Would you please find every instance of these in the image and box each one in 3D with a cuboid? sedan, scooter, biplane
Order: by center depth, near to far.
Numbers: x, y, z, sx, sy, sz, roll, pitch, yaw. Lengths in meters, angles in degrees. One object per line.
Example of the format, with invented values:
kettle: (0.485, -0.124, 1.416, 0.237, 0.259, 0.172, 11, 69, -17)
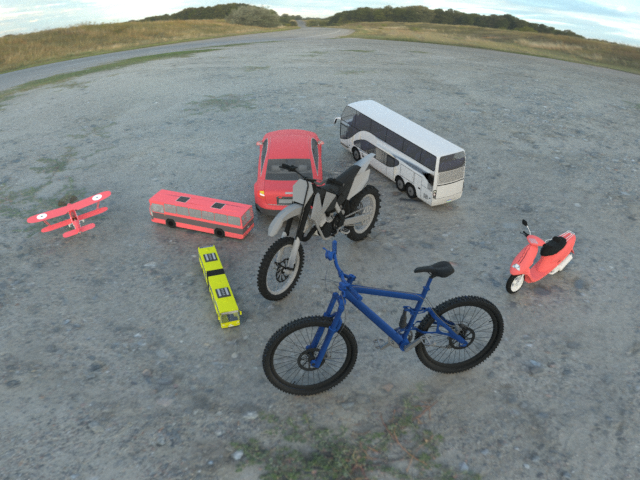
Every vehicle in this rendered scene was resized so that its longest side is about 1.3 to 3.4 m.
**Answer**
scooter: (3.151, 0.186, 9.874, 1.399, 0.919, 0.662, -20, 36, -30)
biplane: (-3.931, -0.334, 11.143, 1.336, 0.504, 1.090, -14, 34, -22)
sedan: (-0.532, -1.394, 12.488, 1.235, 0.940, 3.137, -1, 31, -1)

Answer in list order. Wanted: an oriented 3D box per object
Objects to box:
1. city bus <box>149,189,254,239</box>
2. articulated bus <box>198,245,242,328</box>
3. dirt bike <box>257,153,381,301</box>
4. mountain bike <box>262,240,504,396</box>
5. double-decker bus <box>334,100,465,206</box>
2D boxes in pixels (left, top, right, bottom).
city bus: (-1.916, -0.405, 11.304, 1.674, 0.460, 0.476, 11, 33, 17)
articulated bus: (-1.429, 0.614, 9.772, 0.311, 0.289, 1.749, -10, 32, -15)
dirt bike: (0.077, -0.327, 10.001, 1.024, 1.666, 2.903, 21, 37, 31)
mountain bike: (0.757, 0.950, 7.853, 2.857, 1.688, 1.114, -6, 32, -10)
double-decker bus: (1.395, -1.691, 12.873, 0.756, 1.052, 3.251, -16, 35, -25)
